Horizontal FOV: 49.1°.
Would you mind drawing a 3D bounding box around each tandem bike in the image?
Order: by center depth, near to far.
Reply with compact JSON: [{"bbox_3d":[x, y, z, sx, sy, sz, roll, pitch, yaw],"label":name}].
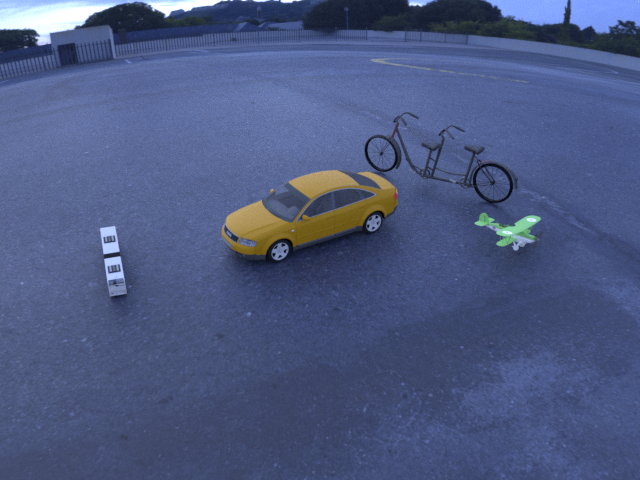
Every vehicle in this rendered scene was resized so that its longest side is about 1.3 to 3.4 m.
[{"bbox_3d":[2.199,-1.594,13.122,3.192,1.326,0.550,19,35,30],"label":"tandem bike"}]

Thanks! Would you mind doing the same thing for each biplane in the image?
[{"bbox_3d":[3.093,-0.160,11.458,1.090,0.504,1.336,23,37,34],"label":"biplane"}]

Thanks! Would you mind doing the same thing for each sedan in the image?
[{"bbox_3d":[-0.141,-0.533,11.668,3.137,0.940,1.235,-17,34,-27],"label":"sedan"}]

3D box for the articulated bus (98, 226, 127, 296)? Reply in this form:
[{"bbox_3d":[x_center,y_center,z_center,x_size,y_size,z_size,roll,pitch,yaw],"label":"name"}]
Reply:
[{"bbox_3d":[-3.218,0.299,10.877,0.311,0.289,1.749,-10,31,-16],"label":"articulated bus"}]
